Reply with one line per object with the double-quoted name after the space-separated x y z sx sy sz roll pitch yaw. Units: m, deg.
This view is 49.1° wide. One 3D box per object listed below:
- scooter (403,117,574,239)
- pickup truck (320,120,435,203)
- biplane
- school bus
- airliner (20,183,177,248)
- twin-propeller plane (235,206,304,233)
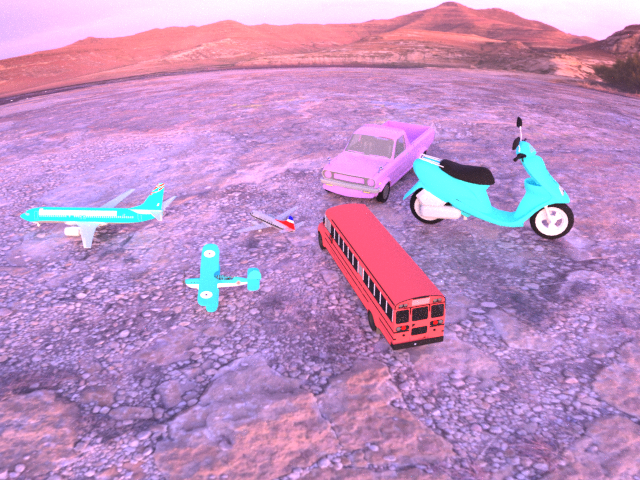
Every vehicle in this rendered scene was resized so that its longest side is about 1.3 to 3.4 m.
2.705 -0.955 11.141 2.721 1.786 1.288 8 28 15 "scooter"
1.183 -1.686 13.436 1.244 0.993 3.117 13 30 24 "pickup truck"
-1.349 0.572 9.565 1.090 0.504 1.336 -2 27 -4 "biplane"
0.708 0.320 9.684 0.709 0.844 3.322 -8 28 -15 "school bus"
-3.700 -0.568 11.428 2.541 0.835 2.257 2 27 3 "airliner"
-0.789 -0.345 11.461 1.095 0.407 1.370 24 36 38 "twin-propeller plane"
